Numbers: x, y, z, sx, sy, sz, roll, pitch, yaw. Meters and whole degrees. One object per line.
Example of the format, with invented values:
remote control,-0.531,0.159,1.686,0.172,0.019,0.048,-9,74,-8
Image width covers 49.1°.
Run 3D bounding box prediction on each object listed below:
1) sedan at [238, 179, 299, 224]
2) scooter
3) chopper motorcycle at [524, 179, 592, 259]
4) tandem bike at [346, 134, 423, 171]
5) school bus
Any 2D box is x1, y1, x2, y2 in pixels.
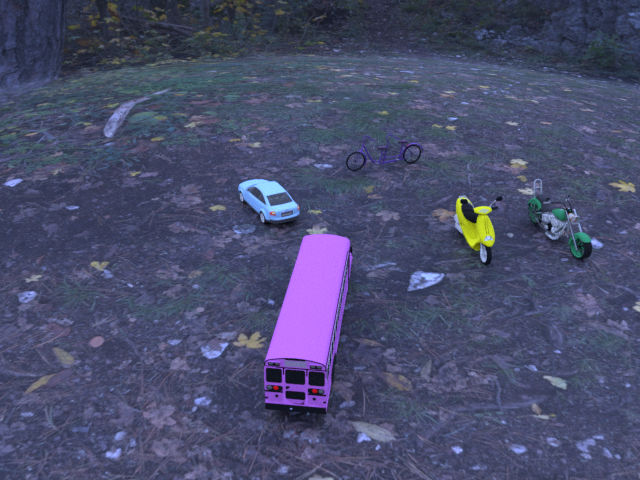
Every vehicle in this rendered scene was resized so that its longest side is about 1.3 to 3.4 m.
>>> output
sedan,-0.902,-0.745,11.987,0.635,0.483,1.613,-14,31,-25
scooter,2.363,-0.298,10.695,0.662,0.919,1.399,-5,29,-9
chopper motorcycle,3.739,-0.337,10.935,0.466,0.761,1.563,-9,29,-15
tandem bike,1.274,-1.734,13.619,1.642,0.682,0.283,-10,30,-17
school bus,-0.051,0.810,8.712,0.709,0.844,3.322,3,28,6
